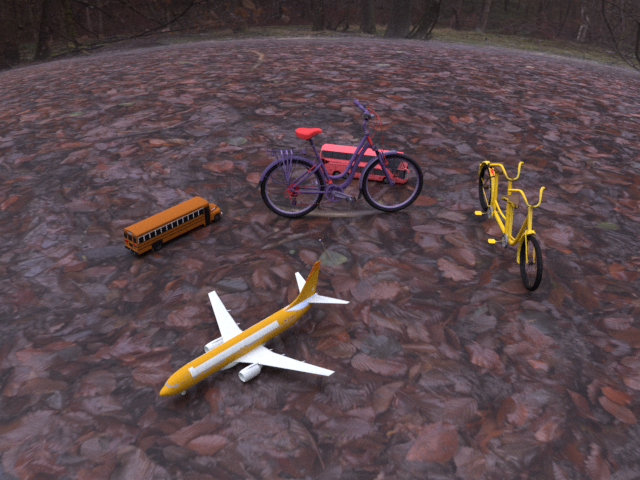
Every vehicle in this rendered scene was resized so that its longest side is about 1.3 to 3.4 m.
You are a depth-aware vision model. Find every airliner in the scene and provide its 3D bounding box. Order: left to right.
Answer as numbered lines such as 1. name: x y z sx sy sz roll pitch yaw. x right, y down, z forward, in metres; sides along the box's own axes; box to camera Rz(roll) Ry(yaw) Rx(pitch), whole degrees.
1. airliner: -0.863 1.053 8.377 2.541 0.835 2.257 -27 40 -37

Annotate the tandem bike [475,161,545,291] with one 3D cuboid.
1. tandem bike: 2.842 -0.526 10.547 0.550 1.326 3.192 -2 31 -3

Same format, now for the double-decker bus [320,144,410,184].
1. double-decker bus: 0.831 -1.380 12.745 1.672 0.541 0.389 8 32 13

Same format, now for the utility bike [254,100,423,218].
1. utility bike: 0.305 -1.279 11.309 2.791 1.839 1.039 -3 31 -6

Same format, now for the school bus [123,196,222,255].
1. school bus: -2.268 -0.271 10.989 0.365 0.434 1.708 24 38 34
